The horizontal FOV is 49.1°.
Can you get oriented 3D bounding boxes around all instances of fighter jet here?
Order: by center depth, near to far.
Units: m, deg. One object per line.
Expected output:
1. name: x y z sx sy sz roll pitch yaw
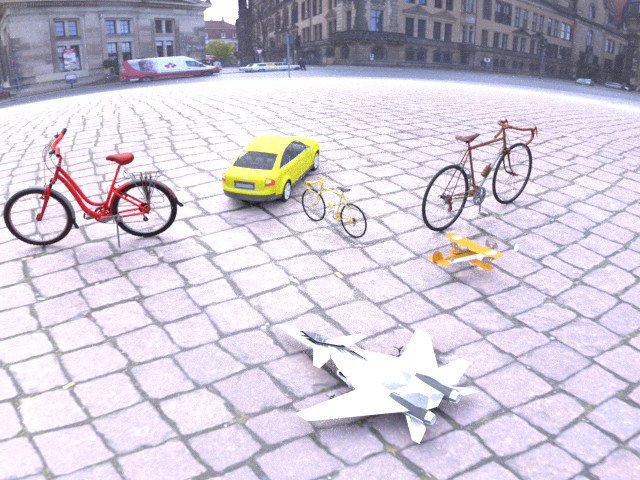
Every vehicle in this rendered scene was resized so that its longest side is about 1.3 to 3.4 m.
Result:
1. fighter jet: 0.408 1.327 8.177 2.640 0.557 2.229 21 33 37

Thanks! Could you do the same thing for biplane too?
1. biplane: 2.152 0.225 10.539 1.090 0.504 1.336 -10 27 -21

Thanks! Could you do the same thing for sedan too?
1. sedan: -0.888 -1.589 13.822 1.235 0.940 3.137 8 27 16

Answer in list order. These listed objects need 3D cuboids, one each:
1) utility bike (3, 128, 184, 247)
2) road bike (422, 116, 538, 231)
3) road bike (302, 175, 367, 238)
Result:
1. utility bike: -3.592 -0.750 11.030 2.791 1.839 1.039 -5 26 -11
2. road bike: 2.808 -1.174 12.126 3.004 1.656 0.697 -20 32 -36
3. road bike: 0.219 -0.577 11.811 0.358 0.852 1.545 -23 34 -39
